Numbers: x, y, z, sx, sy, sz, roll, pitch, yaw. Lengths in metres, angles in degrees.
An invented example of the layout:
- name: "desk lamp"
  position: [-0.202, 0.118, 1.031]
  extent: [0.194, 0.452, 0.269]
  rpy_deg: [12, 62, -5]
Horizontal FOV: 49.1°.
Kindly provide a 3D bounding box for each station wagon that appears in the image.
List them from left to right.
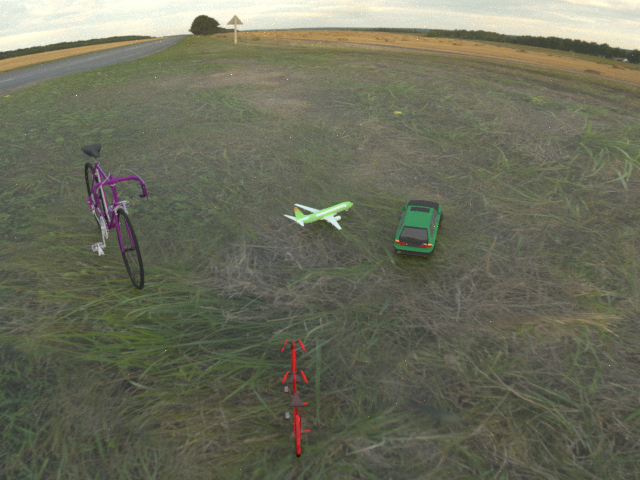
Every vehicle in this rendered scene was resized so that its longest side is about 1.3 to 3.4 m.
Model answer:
- name: "station wagon"
  position: [1.586, -0.297, 11.157]
  extent: [0.682, 0.473, 1.597]
  rpy_deg: [7, 30, 12]

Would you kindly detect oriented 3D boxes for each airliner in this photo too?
- name: "airliner"
  position: [0.066, -0.522, 11.600]
  extent: [1.307, 0.429, 1.161]
  rpy_deg: [-22, 36, -34]

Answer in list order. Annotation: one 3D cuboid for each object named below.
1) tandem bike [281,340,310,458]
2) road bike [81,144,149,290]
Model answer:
- name: "tandem bike"
  position: [-0.271, 1.604, 7.585]
  extent: [0.283, 0.682, 1.642]
  rpy_deg: [-2, 30, -3]
- name: "road bike"
  position: [-3.094, -0.480, 10.280]
  extent: [0.696, 1.656, 3.004]
  rpy_deg: [-16, 33, -25]
